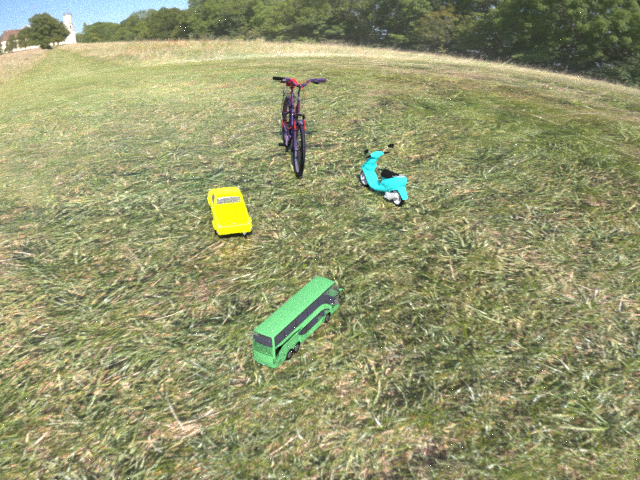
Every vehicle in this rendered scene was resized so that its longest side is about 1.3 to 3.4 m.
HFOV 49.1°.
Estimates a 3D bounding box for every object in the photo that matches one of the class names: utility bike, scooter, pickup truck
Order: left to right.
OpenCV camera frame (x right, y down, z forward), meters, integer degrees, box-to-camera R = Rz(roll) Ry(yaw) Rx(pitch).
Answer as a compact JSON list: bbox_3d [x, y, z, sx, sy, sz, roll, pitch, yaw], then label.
[{"bbox_3d":[-1.554,-0.544,11.931,0.640,0.511,1.603,-7,29,-12],"label":"pickup truck"},{"bbox_3d":[-0.452,-2.505,14.122,1.039,1.839,2.791,-5,29,-9],"label":"utility bike"},{"bbox_3d":[1.149,-1.216,12.732,0.662,0.919,1.399,-16,33,-27],"label":"scooter"}]

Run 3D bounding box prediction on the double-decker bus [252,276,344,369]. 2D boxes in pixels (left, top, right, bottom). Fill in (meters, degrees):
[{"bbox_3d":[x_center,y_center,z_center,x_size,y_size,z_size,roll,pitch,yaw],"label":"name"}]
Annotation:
[{"bbox_3d":[-0.264,1.013,9.064,0.389,0.541,1.672,16,33,27],"label":"double-decker bus"}]
